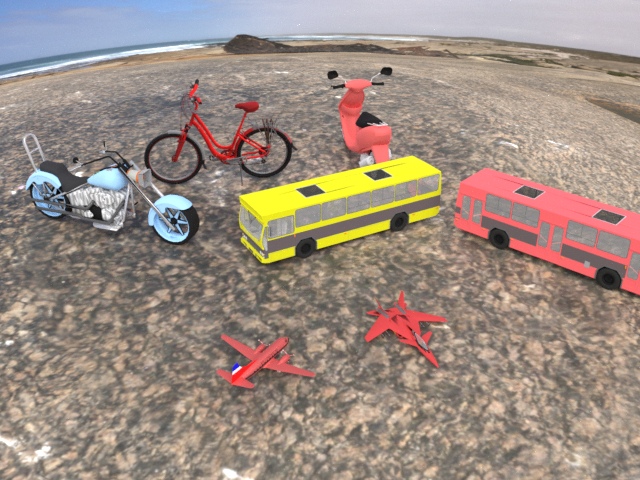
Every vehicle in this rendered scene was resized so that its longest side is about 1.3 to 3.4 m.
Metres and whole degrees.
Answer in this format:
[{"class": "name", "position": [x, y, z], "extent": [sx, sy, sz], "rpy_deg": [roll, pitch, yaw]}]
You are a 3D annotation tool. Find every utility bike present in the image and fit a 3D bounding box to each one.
[{"class": "utility bike", "position": [-1.764, -1.845, 12.512], "extent": [2.791, 1.839, 1.039], "rpy_deg": [-5, 29, -10]}]

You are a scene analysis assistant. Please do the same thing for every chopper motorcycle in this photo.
[{"class": "chopper motorcycle", "position": [-3.337, -0.804, 11.000], "extent": [3.040, 1.480, 0.906], "rpy_deg": [10, 30, 17]}]

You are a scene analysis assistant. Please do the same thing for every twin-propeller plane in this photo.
[{"class": "twin-propeller plane", "position": [-0.686, 1.367, 8.183], "extent": [1.370, 0.407, 1.095], "rpy_deg": [18, 33, 29]}]

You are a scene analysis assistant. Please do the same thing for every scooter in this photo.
[{"class": "scooter", "position": [0.830, -2.303, 13.395], "extent": [1.288, 1.786, 2.721], "rpy_deg": [-7, 30, -12]}]

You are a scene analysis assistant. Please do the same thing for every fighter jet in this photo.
[{"class": "fighter jet", "position": [1.140, 1.120, 8.755], "extent": [1.147, 0.286, 1.358], "rpy_deg": [-11, 31, -19]}]

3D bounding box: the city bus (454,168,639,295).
[{"class": "city bus", "position": [3.611, -0.129, 10.385], "extent": [3.255, 0.894, 0.926], "rpy_deg": [24, 37, 36]}]

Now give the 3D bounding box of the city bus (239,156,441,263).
[{"class": "city bus", "position": [0.373, -0.496, 11.049], "extent": [3.255, 0.894, 0.926], "rpy_deg": [-16, 33, -26]}]
